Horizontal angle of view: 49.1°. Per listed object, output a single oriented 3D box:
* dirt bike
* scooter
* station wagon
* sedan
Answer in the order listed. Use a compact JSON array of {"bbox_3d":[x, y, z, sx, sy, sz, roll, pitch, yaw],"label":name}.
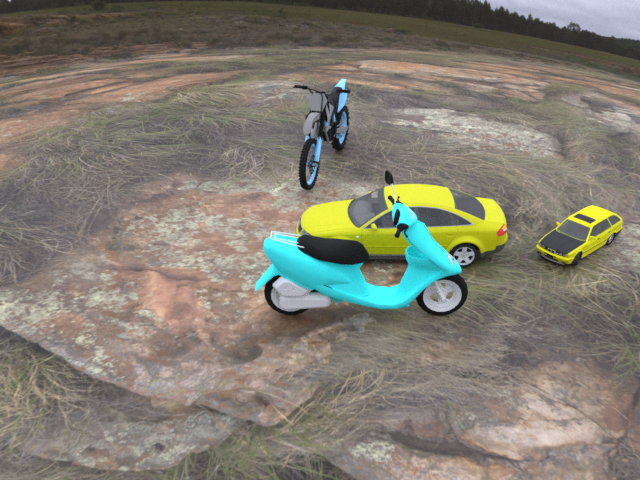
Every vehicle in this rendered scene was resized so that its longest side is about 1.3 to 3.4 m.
[{"bbox_3d":[0.125,-2.115,12.973,1.024,1.666,2.903,8,30,15],"label":"dirt bike"},{"bbox_3d":[0.538,0.191,8.725,2.721,1.786,1.288,0,29,0],"label":"scooter"},{"bbox_3d":[3.950,-0.113,10.615,1.597,0.473,0.682,-23,36,-35],"label":"station wagon"},{"bbox_3d":[1.203,-0.286,10.447,3.137,0.940,1.235,0,29,0],"label":"sedan"}]
